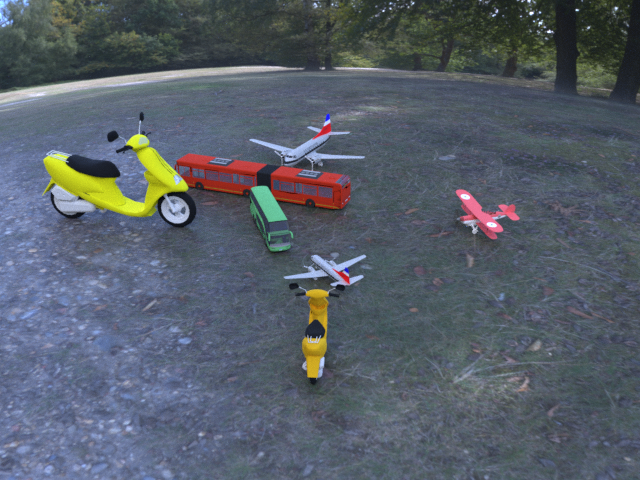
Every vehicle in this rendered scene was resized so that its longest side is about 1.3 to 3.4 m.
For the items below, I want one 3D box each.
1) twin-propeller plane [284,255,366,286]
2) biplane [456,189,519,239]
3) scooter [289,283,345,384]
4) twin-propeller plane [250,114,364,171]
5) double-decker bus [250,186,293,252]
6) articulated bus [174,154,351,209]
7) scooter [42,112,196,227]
[{"bbox_3d":[0.139,0.394,10.087,1.370,0.407,1.095,-14,29,-27],"label":"twin-propeller plane"},{"bbox_3d":[2.753,-0.383,11.578,1.090,0.504,1.336,-8,27,-16],"label":"biplane"},{"bbox_3d":[-0.043,0.998,8.257,0.662,0.919,1.399,1,26,3],"label":"scooter"},{"bbox_3d":[-0.222,-2.030,14.644,2.663,0.792,2.129,12,28,23],"label":"twin-propeller plane"},{"bbox_3d":[-0.829,-0.351,11.470,0.389,0.541,1.672,-7,27,-15],"label":"double-decker bus"},{"bbox_3d":[-1.108,-1.105,13.001,3.401,0.561,0.605,10,28,19],"label":"articulated bus"},{"bbox_3d":[-3.396,-1.114,11.616,2.721,1.786,1.288,5,26,10],"label":"scooter"}]
